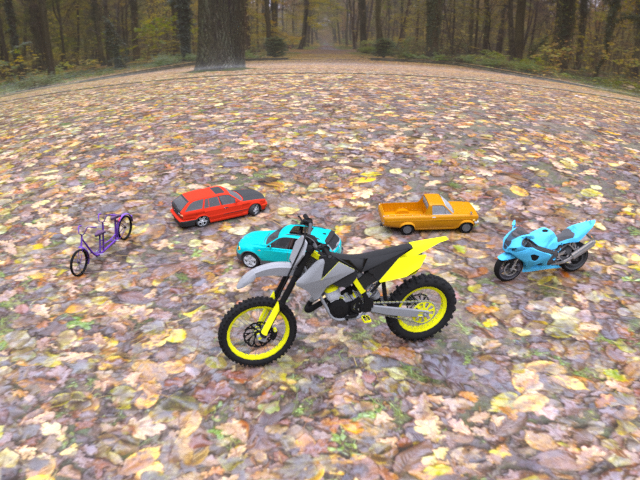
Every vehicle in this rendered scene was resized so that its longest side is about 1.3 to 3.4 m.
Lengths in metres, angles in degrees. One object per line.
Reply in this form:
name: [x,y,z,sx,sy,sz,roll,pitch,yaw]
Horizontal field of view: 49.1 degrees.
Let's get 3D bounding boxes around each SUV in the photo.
SUV: [-0.445,0.085,10.246,1.572,0.580,0.656,7,28,14]

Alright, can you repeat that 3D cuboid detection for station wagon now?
station wagon: [-1.682,-0.632,11.770,1.597,0.473,0.682,-14,30,-25]

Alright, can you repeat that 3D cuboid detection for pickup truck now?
pickup truck: [1.753,-0.448,11.367,1.603,0.511,0.640,-2,27,-4]

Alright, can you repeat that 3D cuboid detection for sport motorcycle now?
sport motorcycle: [3.165,0.137,9.880,1.520,0.821,0.506,-8,28,-15]

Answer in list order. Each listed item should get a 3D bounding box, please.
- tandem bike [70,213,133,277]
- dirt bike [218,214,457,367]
tandem bike: [-3.241,-0.067,10.432,0.283,0.682,1.642,8,28,16]
dirt bike: [0.257,0.609,8.025,2.903,1.666,1.024,-7,28,-14]
